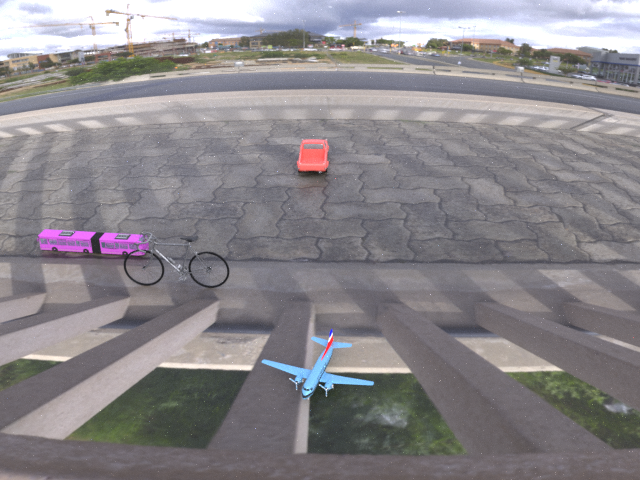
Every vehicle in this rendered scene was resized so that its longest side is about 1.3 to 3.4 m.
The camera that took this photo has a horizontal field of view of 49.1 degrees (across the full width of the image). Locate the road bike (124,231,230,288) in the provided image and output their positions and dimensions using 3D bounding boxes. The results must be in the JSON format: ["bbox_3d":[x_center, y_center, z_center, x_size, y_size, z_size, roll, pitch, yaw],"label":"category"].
[{"bbox_3d":[-2.071,0.303,10.034,1.545,0.852,0.358,2,27,3],"label":"road bike"}]

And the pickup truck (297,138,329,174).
[{"bbox_3d":[-0.136,-1.799,14.568,0.640,0.511,1.603,1,27,1],"label":"pickup truck"}]

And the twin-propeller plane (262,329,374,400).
[{"bbox_3d":[-0.009,1.469,8.220,1.370,0.407,1.095,8,28,16],"label":"twin-propeller plane"}]

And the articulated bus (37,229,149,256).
[{"bbox_3d":[-3.624,0.039,11.180,1.749,0.289,0.311,3,27,6],"label":"articulated bus"}]
